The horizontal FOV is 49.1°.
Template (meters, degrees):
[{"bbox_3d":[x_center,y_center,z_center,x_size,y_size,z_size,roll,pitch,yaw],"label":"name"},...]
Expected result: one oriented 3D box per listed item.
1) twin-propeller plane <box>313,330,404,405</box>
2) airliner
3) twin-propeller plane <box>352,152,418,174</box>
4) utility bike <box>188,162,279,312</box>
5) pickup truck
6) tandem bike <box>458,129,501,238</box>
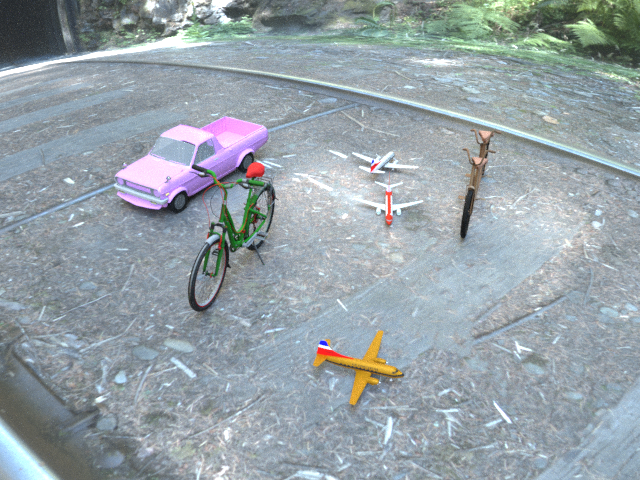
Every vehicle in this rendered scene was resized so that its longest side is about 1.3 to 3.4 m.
[{"bbox_3d":[0.477,1.454,8.376,1.095,0.407,1.370,10,33,15],"label":"twin-propeller plane"},{"bbox_3d":[1.173,-0.694,11.855,1.161,0.429,1.307,2,32,4],"label":"airliner"},{"bbox_3d":[1.181,-1.499,13.189,1.370,0.407,1.095,16,35,24],"label":"twin-propeller plane"},{"bbox_3d":[-1.087,-0.286,9.843,1.039,1.839,2.791,11,33,17],"label":"utility bike"},{"bbox_3d":[-2.254,-1.541,12.697,1.244,0.993,3.117,18,36,27],"label":"pickup truck"},{"bbox_3d":[2.693,-1.234,11.880,0.550,1.326,3.192,10,33,15],"label":"tandem bike"}]
